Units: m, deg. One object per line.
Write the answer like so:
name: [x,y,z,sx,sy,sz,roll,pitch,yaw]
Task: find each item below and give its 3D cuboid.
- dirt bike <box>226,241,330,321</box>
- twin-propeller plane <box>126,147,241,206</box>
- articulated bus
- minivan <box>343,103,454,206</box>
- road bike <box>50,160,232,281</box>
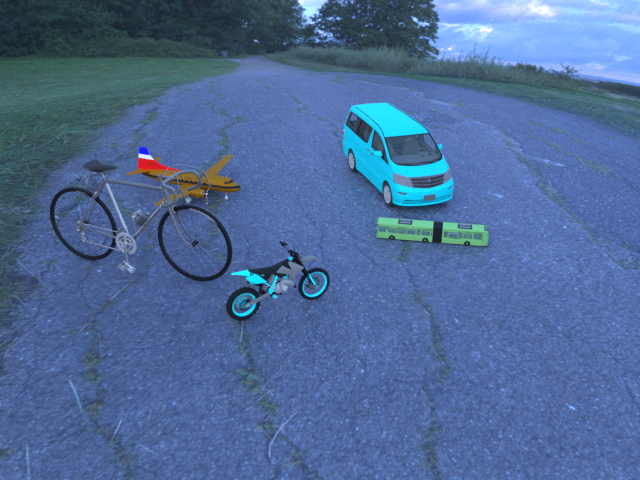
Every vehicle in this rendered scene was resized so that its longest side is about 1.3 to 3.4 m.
dirt bike: [-0.529,0.526,9.064,1.493,0.857,0.527,-14,29,-26]
twin-propeller plane: [-2.393,-1.201,12.649,2.129,0.792,2.663,9,28,19]
articulated bus: [1.756,-0.133,11.046,1.749,0.289,0.311,5,27,9]
minivan: [1.406,-1.630,13.063,1.324,1.197,3.011,-8,27,-16]
road bike: [-2.603,-0.310,9.858,3.004,1.656,0.697,9,28,18]
